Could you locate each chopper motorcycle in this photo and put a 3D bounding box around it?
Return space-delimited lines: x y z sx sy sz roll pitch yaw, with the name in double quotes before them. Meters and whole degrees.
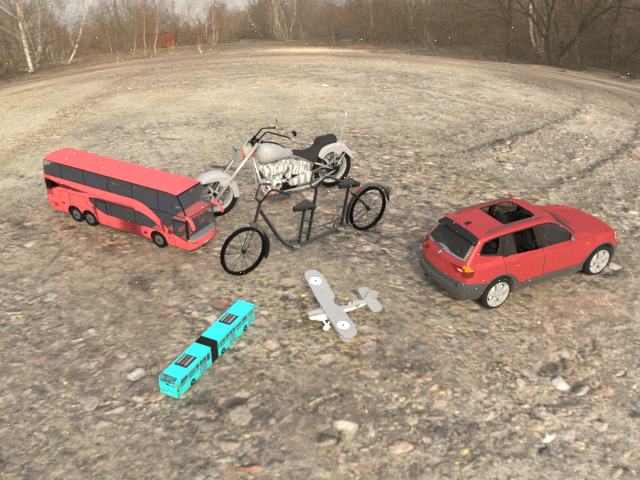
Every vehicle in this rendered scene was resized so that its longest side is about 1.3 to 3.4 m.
"chopper motorcycle" -0.778 -1.367 12.181 3.040 1.480 0.906 -15 32 -25

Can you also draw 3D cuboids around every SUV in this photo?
"SUV" 2.911 -0.002 10.096 3.058 1.128 1.276 -14 32 -24

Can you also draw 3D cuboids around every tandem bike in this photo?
"tandem bike" -0.133 -0.418 10.639 3.192 1.326 0.550 -20 35 -31

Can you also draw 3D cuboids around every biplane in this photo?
"biplane" 0.273 0.890 9.139 1.090 0.504 1.336 -12 31 -20

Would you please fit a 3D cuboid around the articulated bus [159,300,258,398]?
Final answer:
"articulated bus" -1.342 1.299 8.628 0.311 0.289 1.749 13 32 22

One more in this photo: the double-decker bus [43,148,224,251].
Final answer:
"double-decker bus" -3.104 -0.677 11.383 3.251 1.052 0.756 15 33 25
